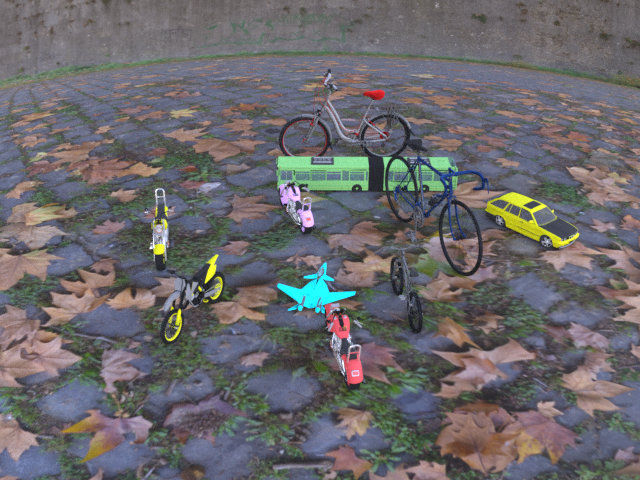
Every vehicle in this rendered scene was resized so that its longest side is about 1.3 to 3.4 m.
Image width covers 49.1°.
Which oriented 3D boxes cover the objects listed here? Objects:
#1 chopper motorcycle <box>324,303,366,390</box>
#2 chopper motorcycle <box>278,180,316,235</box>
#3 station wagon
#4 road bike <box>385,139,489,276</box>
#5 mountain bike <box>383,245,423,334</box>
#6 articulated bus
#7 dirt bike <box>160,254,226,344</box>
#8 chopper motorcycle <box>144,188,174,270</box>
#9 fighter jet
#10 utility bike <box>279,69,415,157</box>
[{"bbox_3d":[0.270,1.180,8.705,0.466,0.761,1.563,-5,30,-10],"label":"chopper motorcycle"},{"bbox_3d":[-0.434,-0.679,12.002,0.466,0.761,1.563,-10,31,-17],"label":"chopper motorcycle"},{"bbox_3d":[3.558,-0.372,11.749,0.682,0.473,1.597,-21,36,-33],"label":"station wagon"},{"bbox_3d":[1.732,-0.661,11.058,0.696,1.656,3.004,-11,31,-19],"label":"road bike"},{"bbox_3d":[1.184,0.607,9.611,0.573,0.868,1.469,-5,30,-8],"label":"mountain bike"},{"bbox_3d":[0.855,-1.251,13.218,3.401,0.561,0.605,0,29,1],"label":"articulated bus"},{"bbox_3d":[-1.696,0.735,9.397,0.527,0.857,1.493,13,32,21],"label":"dirt bike"},{"bbox_3d":[-2.537,-0.181,11.117,0.466,0.761,1.563,-4,30,-8],"label":"chopper motorcycle"},{"bbox_3d":[-0.037,0.601,10.215,1.147,0.286,1.358,5,30,9],"label":"fighter jet"},{"bbox_3d":[0.571,-2.352,13.871,2.791,1.839,1.039,-3,30,-6],"label":"utility bike"}]
